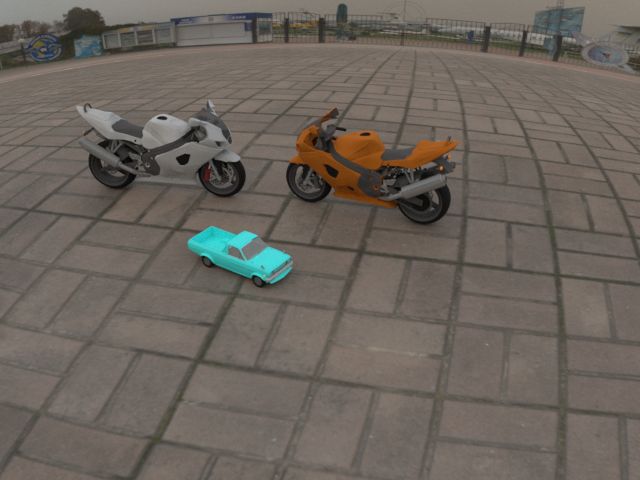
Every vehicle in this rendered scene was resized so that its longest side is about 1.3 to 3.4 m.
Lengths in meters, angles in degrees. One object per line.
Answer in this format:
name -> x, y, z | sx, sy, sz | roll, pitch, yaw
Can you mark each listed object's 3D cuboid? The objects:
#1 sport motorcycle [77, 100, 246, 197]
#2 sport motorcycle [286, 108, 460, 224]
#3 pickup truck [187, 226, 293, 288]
sport motorcycle -> -2.747, -1.568, 12.205 | 2.955, 1.596, 0.983 | 5, 31, 9
sport motorcycle -> 0.784, -1.175, 11.530 | 2.955, 1.596, 0.983 | 12, 32, 19
pickup truck -> -1.187, 0.169, 10.299 | 1.603, 0.511, 0.640 | 19, 35, 29
